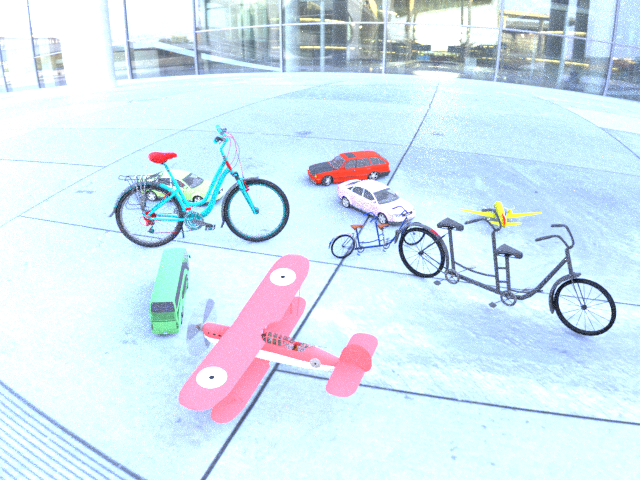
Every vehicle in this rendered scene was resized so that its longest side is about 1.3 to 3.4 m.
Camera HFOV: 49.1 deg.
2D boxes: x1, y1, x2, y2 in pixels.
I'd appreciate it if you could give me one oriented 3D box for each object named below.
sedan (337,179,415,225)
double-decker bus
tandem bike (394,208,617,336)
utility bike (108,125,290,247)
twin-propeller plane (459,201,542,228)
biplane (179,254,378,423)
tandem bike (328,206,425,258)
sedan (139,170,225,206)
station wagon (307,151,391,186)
[{"bbox_3d":[0.966,-0.717,12.140,0.635,0.483,1.613,-20,32,-35],"label":"sedan"},{"bbox_3d":[-1.984,0.626,9.326,0.389,0.541,1.672,-2,26,-4],"label":"double-decker bus"},{"bbox_3d":[2.324,0.250,9.201,3.192,1.326,0.550,20,32,35],"label":"tandem bike"},{"bbox_3d":[-1.874,-0.816,10.797,2.791,1.839,1.039,-3,26,-6],"label":"utility bike"},{"bbox_3d":[3.037,-0.475,11.730,1.370,0.407,1.095,3,26,6],"label":"twin-propeller plane"},{"bbox_3d":[-0.454,1.202,7.646,2.120,0.981,2.598,10,28,20],"label":"biplane"},{"bbox_3d":[0.892,-0.124,10.699,1.642,0.682,0.283,-10,28,-19],"label":"tandem bike"},{"bbox_3d":[-2.520,-0.985,12.687,1.613,0.483,0.635,7,27,14],"label":"sedan"},{"bbox_3d":[0.547,-1.425,13.599,1.597,0.473,0.682,-8,27,-16],"label":"station wagon"}]
